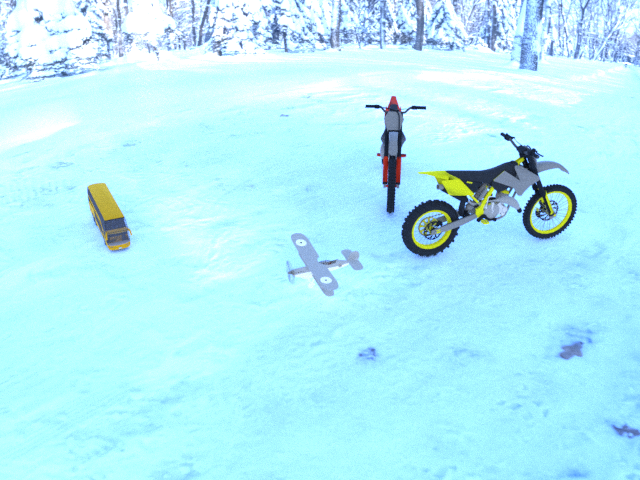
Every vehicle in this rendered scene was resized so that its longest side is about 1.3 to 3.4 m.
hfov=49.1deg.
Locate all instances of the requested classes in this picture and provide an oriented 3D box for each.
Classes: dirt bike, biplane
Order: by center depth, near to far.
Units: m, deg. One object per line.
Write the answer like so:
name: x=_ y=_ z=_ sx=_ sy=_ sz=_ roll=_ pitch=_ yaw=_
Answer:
biplane: x=0.063 y=0.378 z=9.752 sx=1.090 sy=0.504 sz=1.336 roll=-11 pitch=30 yaw=-20
dirt bike: x=2.597 y=-0.640 z=10.446 sx=2.903 sy=1.666 sz=1.024 roll=-7 pitch=29 yaw=-14
dirt bike: x=1.303 y=-1.687 z=12.447 sx=1.024 sy=1.666 sz=2.903 roll=2 pitch=28 yaw=5

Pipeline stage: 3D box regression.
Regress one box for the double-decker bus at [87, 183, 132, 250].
double-decker bus: x=-3.378 y=-0.377 z=11.157 sx=0.389 sy=0.541 sz=1.672 roll=-13 pitch=30 yaw=-23
